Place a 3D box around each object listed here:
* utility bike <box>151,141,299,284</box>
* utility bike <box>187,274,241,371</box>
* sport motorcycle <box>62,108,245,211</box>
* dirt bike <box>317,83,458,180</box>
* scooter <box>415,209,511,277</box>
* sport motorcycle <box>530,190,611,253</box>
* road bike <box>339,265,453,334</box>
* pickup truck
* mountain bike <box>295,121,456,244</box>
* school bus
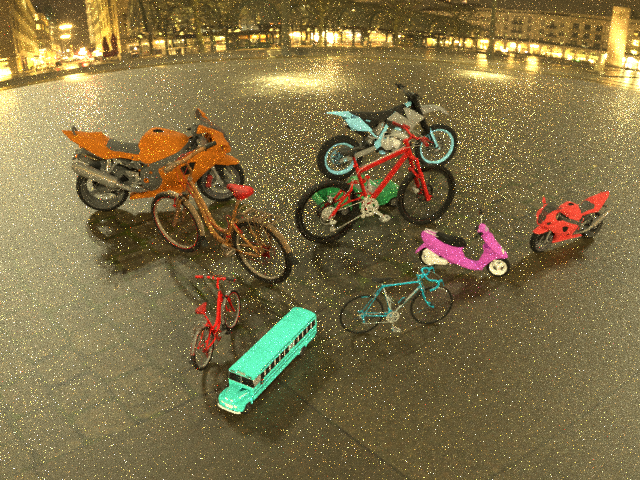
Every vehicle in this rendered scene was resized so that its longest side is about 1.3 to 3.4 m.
[{"bbox_3d":[-1.527,-0.338,10.039,2.791,1.839,1.039,18,33,29],"label":"utility bike"},{"bbox_3d":[-1.338,0.930,8.640,0.535,0.946,1.435,8,30,15],"label":"utility bike"},{"bbox_3d":[-2.799,-1.319,12.099,2.955,1.596,0.983,-5,29,-9],"label":"sport motorcycle"},{"bbox_3d":[1.329,-2.032,13.338,2.903,1.666,1.024,-8,30,-15],"label":"dirt bike"},{"bbox_3d":[2.114,0.060,10.269,1.399,0.919,0.662,8,30,15],"label":"scooter"},{"bbox_3d":[3.928,-0.296,11.028,1.520,0.821,0.506,-14,32,-24],"label":"sport motorcycle"},{"bbox_3d":[0.997,0.791,8.995,1.545,0.852,0.358,-6,29,-12],"label":"road bike"},{"bbox_3d":[0.671,-0.829,12.335,1.603,0.511,0.640,-11,30,-20],"label":"pickup truck"},{"bbox_3d":[0.943,-0.857,11.152,2.857,1.688,1.114,-11,30,-19],"label":"mountain bike"},{"bbox_3d":[-0.601,1.406,8.300,0.365,0.434,1.708,15,32,25],"label":"school bus"}]
